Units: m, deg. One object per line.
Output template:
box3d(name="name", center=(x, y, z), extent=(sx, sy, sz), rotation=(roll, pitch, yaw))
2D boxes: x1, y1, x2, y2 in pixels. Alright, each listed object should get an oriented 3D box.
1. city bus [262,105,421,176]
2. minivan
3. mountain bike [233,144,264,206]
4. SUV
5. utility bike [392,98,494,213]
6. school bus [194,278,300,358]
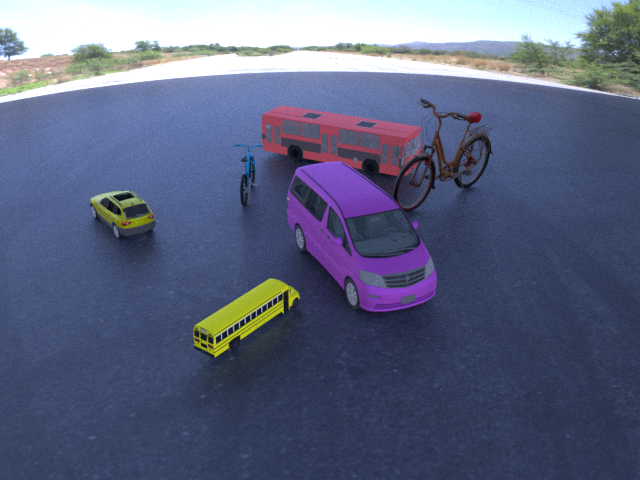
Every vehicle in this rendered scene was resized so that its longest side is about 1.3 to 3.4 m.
box3d(name="city bus", center=(0.391, -2.011, 14.270), extent=(3.255, 0.894, 0.926), rotation=(14, 30, 25))
box3d(name="minivan", center=(0.535, -0.127, 10.172), extent=(1.324, 1.197, 3.011), rotation=(-11, 29, -21))
box3d(name="mountain bike", center=(-1.314, -1.229, 12.740), extent=(0.573, 0.868, 1.469), rotation=(1, 27, 3))
box3d(name="SUV", center=(-3.308, -0.530, 11.666), extent=(0.656, 0.580, 1.572), rotation=(-19, 32, -33))
box3d(name="utility bike", center=(2.326, -1.535, 12.266), extent=(2.791, 1.839, 1.039), rotation=(-22, 34, -37))
box3d(name="school bus", center=(-0.881, 0.929, 8.918), extent=(0.365, 0.434, 1.708), rotation=(18, 32, 32))
